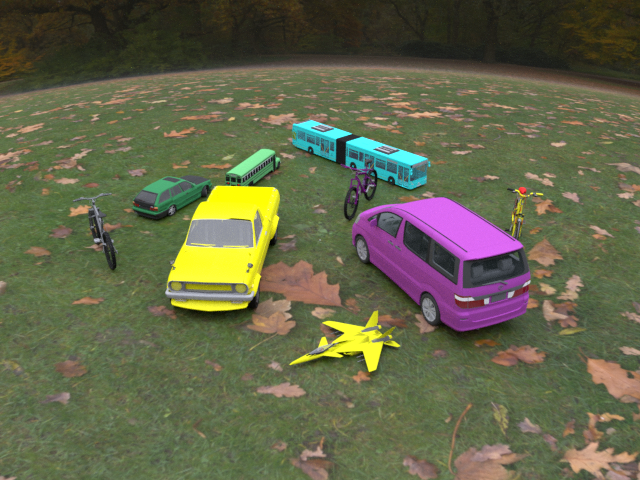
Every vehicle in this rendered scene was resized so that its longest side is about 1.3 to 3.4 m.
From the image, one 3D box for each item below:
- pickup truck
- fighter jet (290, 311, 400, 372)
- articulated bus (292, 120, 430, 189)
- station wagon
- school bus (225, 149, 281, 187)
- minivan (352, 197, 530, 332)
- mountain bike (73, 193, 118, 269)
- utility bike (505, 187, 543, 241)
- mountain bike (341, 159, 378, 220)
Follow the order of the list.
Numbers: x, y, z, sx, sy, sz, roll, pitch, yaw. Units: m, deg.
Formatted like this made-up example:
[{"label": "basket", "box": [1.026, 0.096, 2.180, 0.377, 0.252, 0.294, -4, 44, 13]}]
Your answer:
[{"label": "pickup truck", "box": [-1.320, -0.073, 10.208, 1.244, 0.993, 3.117, 2, 27, 4]}, {"label": "fighter jet", "box": [0.244, 1.232, 8.416, 1.358, 0.286, 1.147, -14, 30, -25]}, {"label": "articulated bus", "box": [0.717, -1.756, 14.004, 0.605, 0.561, 3.401, -23, 35, -37]}, {"label": "station wagon", "box": [-2.571, -0.861, 12.335, 0.682, 0.473, 1.597, 14, 30, 26]}, {"label": "school bus", "box": [-1.242, -1.348, 13.340, 0.365, 0.434, 1.708, 11, 29, 20]}, {"label": "minivan", "box": [1.538, 0.092, 9.658, 1.324, 1.197, 3.011, -12, 29, -22]}, {"label": "mountain bike", "box": [-3.299, -0.162, 10.522, 0.573, 0.868, 1.469, -14, 30, -26]}, {"label": "utility bike", "box": [3.144, -0.417, 10.938, 0.535, 0.946, 1.435, 7, 28, 13]}, {"label": "mountain bike", "box": [0.715, -0.940, 12.056, 0.573, 0.868, 1.469, 12, 29, 22]}]
